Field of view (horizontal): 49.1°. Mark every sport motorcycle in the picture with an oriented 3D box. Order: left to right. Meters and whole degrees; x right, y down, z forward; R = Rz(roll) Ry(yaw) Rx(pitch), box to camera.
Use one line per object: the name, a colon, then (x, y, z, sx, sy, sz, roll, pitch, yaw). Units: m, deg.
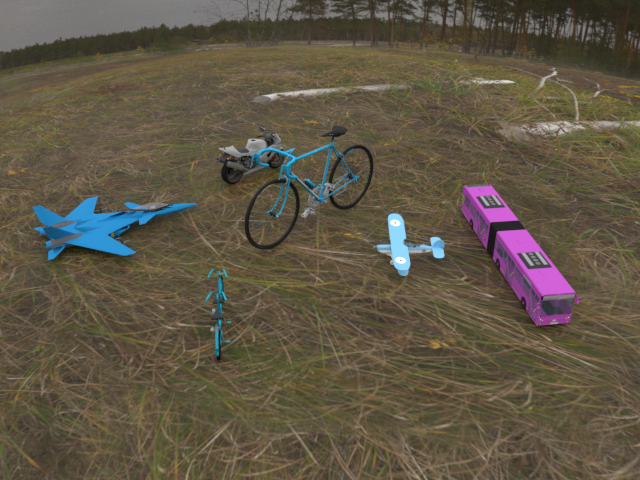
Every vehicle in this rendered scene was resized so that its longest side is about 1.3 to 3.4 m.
sport motorcycle: (-1.272, -1.598, 13.270, 1.520, 0.821, 0.506, -25, 38, -36)

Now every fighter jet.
fighter jet: (-3.279, -0.437, 11.542, 2.640, 0.557, 2.229, -16, 34, -26)

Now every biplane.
biplane: (1.343, 0.135, 10.613, 1.090, 0.504, 1.336, 0, 30, 0)

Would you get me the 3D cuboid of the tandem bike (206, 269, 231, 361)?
tandem bike: (-1.322, 0.885, 9.151, 0.283, 0.682, 1.642, -3, 30, -4)

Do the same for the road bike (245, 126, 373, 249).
road bike: (-0.095, -0.949, 11.329, 0.697, 1.656, 3.004, 25, 39, 36)

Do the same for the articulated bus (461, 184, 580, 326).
articulated bus: (2.889, 0.099, 10.618, 0.605, 0.561, 3.401, -4, 30, -7)
